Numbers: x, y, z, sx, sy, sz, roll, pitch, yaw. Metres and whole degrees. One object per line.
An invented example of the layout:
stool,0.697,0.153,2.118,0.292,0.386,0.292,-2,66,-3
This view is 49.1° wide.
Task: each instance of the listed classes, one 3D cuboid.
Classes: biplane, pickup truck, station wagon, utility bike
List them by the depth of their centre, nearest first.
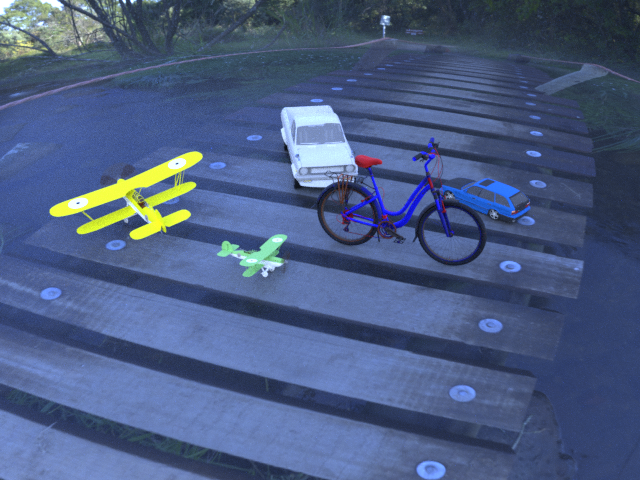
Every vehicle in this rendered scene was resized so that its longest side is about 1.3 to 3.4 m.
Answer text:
biplane,-0.967,0.236,10.428,1.090,0.504,1.336,11,32,18
utility bike,1.191,-0.647,10.623,2.791,1.839,1.039,12,32,19
biplane,-2.940,-0.561,11.332,2.598,0.981,2.120,-18,35,-28
station wagon,2.867,-0.804,12.258,0.682,0.473,1.597,-26,39,-37
pickup truck,-0.078,-1.997,13.805,1.244,0.993,3.117,-4,30,-7
